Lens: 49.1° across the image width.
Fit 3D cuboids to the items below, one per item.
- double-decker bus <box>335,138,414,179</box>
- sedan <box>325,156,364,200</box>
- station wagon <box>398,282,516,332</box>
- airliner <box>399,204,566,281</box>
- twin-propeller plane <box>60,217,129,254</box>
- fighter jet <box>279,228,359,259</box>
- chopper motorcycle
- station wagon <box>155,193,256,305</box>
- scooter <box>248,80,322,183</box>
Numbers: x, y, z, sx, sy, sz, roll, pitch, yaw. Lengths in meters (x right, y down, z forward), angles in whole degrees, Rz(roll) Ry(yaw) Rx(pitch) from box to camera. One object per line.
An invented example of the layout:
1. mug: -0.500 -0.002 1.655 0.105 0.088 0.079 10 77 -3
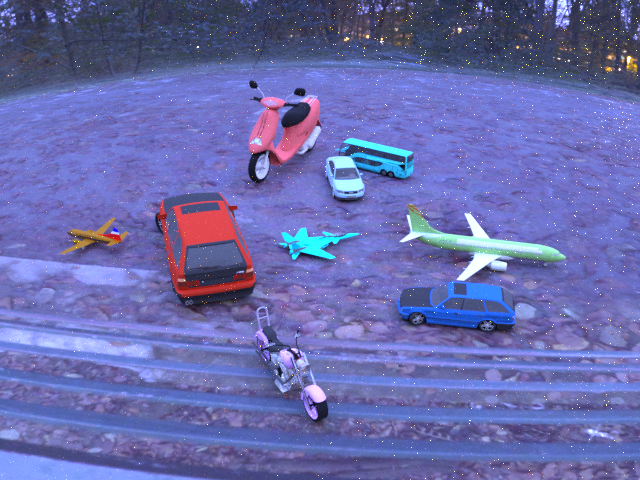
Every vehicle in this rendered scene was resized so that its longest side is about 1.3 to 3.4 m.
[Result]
1. double-decker bus: 1.108 -1.677 14.301 1.672 0.541 0.389 18 33 30
2. sedan: 0.474 -1.259 13.583 0.635 0.483 1.613 -3 28 -6
3. station wagon: 1.873 0.863 9.635 1.597 0.473 0.682 5 29 8
4. airliner: 2.572 -0.066 10.986 2.541 0.835 2.257 6 29 12
5. twin-propeller plane: -3.715 -0.094 11.490 1.095 0.407 1.370 11 30 19
6. fighter jet: 0.055 -0.040 11.518 1.358 0.286 1.147 -13 31 -23
7. chopper motorcycle: -0.363 1.442 8.253 0.466 0.761 1.563 -16 32 -27
8. station wagon: -1.855 -0.128 11.011 1.327 0.920 3.105 -8 29 -14
9. scooter: -0.697 -2.371 14.277 1.288 1.786 2.721 15 31 25
